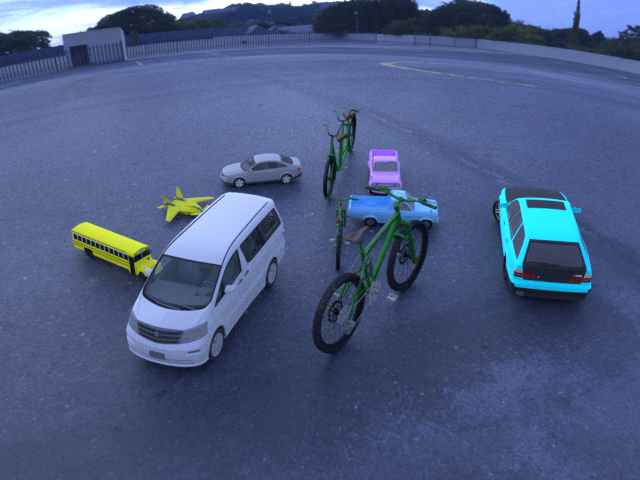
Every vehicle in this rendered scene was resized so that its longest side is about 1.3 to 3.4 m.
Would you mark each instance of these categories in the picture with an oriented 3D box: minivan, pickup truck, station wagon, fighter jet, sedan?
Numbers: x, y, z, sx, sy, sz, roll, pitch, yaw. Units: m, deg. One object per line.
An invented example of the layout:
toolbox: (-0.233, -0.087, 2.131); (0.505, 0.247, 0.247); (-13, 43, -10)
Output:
minivan: (-1.517, 0.457, 9.749); (1.324, 1.197, 3.011); (10, 31, 17)
pickup truck: (1.266, -1.407, 13.727); (0.640, 0.511, 1.603); (1, 30, 2)
station wagon: (3.526, -0.195, 11.179); (1.327, 0.920, 3.105); (4, 30, 8)
pickup truck: (1.282, -0.572, 12.256); (1.603, 0.511, 0.640); (3, 30, 5)
fighter jet: (-2.236, -0.592, 12.518); (1.358, 0.286, 1.147); (19, 35, 30)
sedan: (-1.152, -1.405, 13.751); (1.613, 0.483, 0.635); (-6, 30, -10)

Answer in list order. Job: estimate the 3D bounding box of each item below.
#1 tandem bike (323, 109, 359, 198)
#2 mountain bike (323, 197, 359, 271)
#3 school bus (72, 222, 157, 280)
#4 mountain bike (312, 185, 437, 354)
tandem bike: (0.428, -1.951, 13.859); (0.550, 1.326, 3.192); (6, 30, 11)
mountain bike: (0.320, -0.162, 11.172); (0.573, 0.868, 1.469); (2, 30, 3)
school bus: (-3.201, 0.163, 11.039); (1.708, 0.434, 0.365); (18, 34, 29)
mountain bike: (0.778, 0.328, 9.479); (1.114, 1.688, 2.857); (20, 35, 31)
